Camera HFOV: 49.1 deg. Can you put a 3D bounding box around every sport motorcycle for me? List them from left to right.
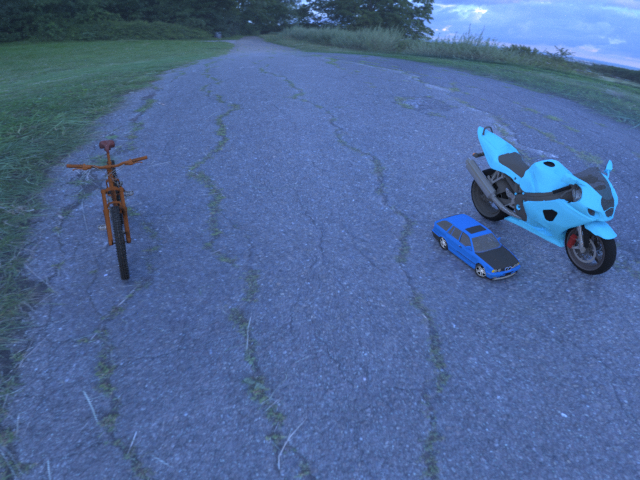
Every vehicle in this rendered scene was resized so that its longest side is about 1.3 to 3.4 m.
[{"bbox_3d":[3.433,-0.663,10.926,0.983,1.596,2.955,-17,33,-27],"label":"sport motorcycle"}]

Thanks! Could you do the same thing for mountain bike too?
[{"bbox_3d":[-3.167,-0.635,10.782,1.114,1.688,2.857,-8,30,-14],"label":"mountain bike"}]

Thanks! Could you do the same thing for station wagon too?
[{"bbox_3d":[2.400,0.054,10.797,0.682,0.473,1.597,-14,32,-23],"label":"station wagon"}]
